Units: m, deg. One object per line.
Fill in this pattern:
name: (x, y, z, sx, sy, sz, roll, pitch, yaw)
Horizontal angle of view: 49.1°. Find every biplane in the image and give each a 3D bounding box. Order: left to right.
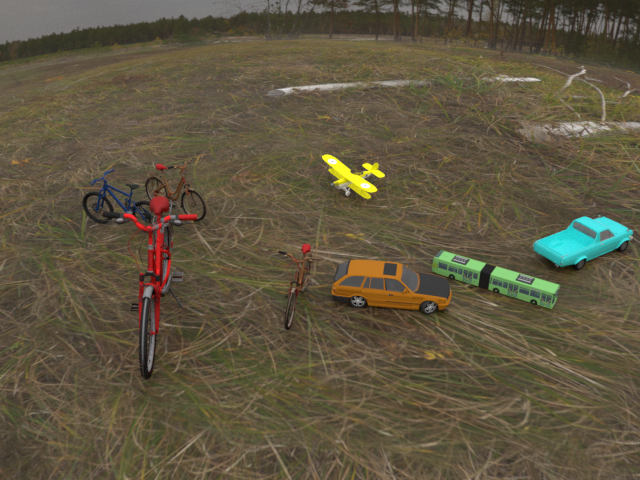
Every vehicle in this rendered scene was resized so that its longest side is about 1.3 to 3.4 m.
biplane: (0.625, -1.081, 12.211, 1.090, 0.504, 1.336, -22, 37, -32)

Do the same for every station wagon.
station wagon: (0.968, 0.588, 9.411, 1.597, 0.473, 0.682, 5, 31, 8)

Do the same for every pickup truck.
pickup truck: (3.927, -0.014, 10.396, 1.603, 0.511, 0.640, -18, 35, -27)

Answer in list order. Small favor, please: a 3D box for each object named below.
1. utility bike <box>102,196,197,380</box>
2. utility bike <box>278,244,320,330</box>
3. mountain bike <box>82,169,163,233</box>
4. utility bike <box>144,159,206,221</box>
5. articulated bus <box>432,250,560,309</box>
utility bike: (-1.939, 0.284, 8.583, 1.039, 1.839, 2.791, -3, 31, -5)
utility bike: (-0.225, 0.483, 9.125, 0.535, 0.946, 1.435, 6, 31, 10)
mountain bike: (-3.121, -0.571, 10.988, 1.469, 0.868, 0.573, 10, 32, 17)
utility bike: (-2.370, -0.887, 11.448, 1.435, 0.946, 0.535, 20, 36, 30)
articulated bus: (2.410, 0.535, 9.684, 1.749, 0.289, 0.311, 17, 35, 27)
